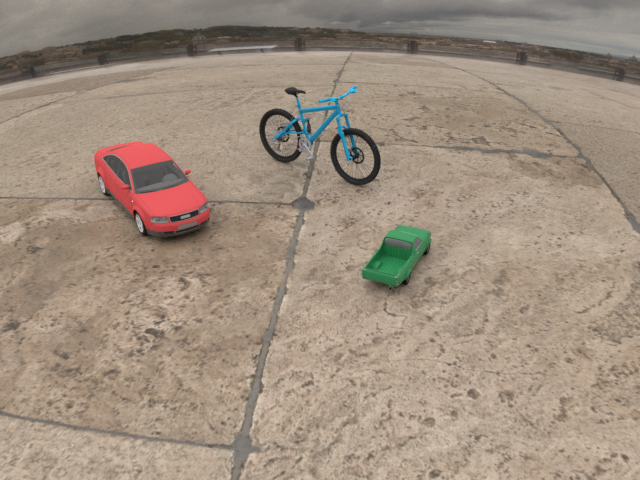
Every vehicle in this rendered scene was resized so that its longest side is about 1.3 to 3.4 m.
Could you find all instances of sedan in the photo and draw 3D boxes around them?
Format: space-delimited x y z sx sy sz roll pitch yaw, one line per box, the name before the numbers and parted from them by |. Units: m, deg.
sedan | -2.967 -1.031 12.140 1.235 0.940 3.137 -18 34 -29

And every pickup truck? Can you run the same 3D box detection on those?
pickup truck | 1.171 0.183 10.429 0.640 0.511 1.603 13 32 22

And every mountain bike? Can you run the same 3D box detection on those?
mountain bike | -0.065 -2.049 13.180 2.857 1.688 1.114 21 35 32
